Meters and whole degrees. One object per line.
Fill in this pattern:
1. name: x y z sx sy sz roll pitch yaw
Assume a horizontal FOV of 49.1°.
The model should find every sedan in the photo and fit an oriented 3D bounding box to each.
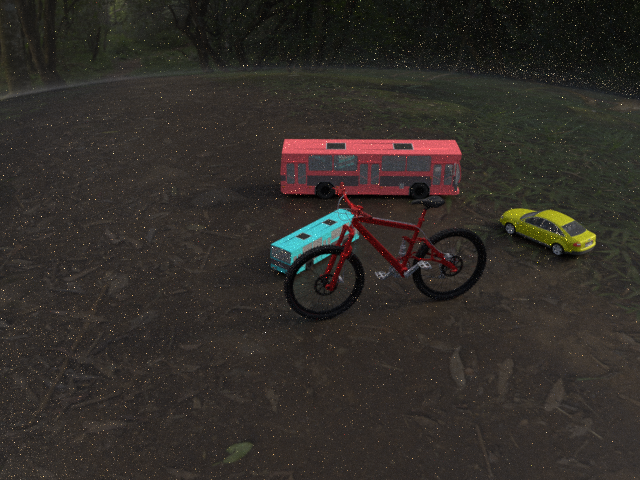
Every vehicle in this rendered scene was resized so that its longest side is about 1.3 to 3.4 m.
1. sedan: 3.636 -0.217 11.259 0.635 0.483 1.613 -19 33 -33

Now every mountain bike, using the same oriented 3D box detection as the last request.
1. mountain bike: 0.909 0.175 9.155 2.857 1.688 1.114 -8 28 -14

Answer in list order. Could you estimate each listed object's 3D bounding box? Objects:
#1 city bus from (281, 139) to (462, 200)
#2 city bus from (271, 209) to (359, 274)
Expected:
1. city bus: 0.918 -1.311 12.962 3.255 0.894 0.926 0 27 1
2. city bus: -0.043 0.037 10.785 0.476 0.460 1.674 20 33 34
